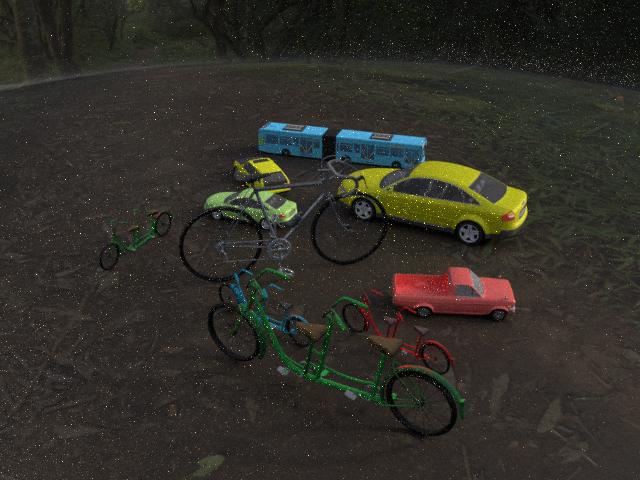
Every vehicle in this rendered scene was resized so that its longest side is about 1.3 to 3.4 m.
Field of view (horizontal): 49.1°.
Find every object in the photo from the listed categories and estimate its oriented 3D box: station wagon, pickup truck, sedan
[{"bbox_3d":[-1.093,-1.251,12.862,0.682,0.473,1.597,-12,30,-22],"label":"station wagon"},{"bbox_3d":[1.737,0.667,9.172,1.603,0.511,0.640,2,28,4],"label":"pickup truck"},{"bbox_3d":[-1.165,-0.583,11.580,1.613,0.483,0.635,11,30,20],"label":"sedan"},{"bbox_3d":[1.783,-0.763,11.432,3.137,0.940,1.235,14,31,24],"label":"sedan"}]

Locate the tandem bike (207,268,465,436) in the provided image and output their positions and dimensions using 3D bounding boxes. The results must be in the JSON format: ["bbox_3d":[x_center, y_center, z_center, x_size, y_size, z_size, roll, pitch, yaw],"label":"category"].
[{"bbox_3d":[0.037,1.126,7.422,3.192,1.326,0.550,16,32,27],"label":"tandem bike"}]

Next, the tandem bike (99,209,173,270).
[{"bbox_3d":[-2.745,-0.134,10.513,0.283,0.682,1.642,14,31,24],"label":"tandem bike"}]

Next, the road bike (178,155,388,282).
[{"bbox_3d":[-0.465,-0.266,9.716,3.004,1.656,0.697,-7,29,-14],"label":"road bike"}]

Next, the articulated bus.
[{"bbox_3d":[0.429,-1.892,13.989,3.401,0.561,0.605,8,29,15],"label":"articulated bus"}]

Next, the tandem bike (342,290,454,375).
[{"bbox_3d":[0.884,1.046,8.265,1.642,0.682,0.283,23,36,37],"label":"tandem bike"}]

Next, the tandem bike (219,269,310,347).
[{"bbox_3d":[-0.703,0.813,8.710,1.642,0.682,0.283,21,34,34],"label":"tandem bike"}]
